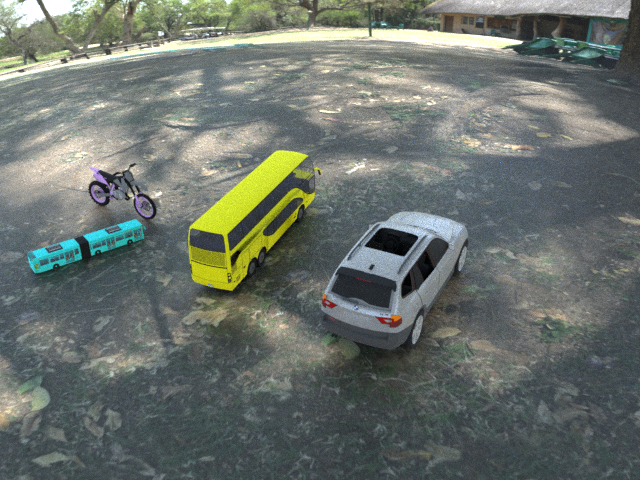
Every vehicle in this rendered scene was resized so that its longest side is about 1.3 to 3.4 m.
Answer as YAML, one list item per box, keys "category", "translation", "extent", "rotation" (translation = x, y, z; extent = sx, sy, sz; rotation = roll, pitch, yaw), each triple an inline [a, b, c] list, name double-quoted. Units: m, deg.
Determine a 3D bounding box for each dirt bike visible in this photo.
- category: "dirt bike"
  translation: [-3.349, -0.847, 11.750]
  extent: [1.493, 0.857, 0.527]
  rotation: [16, 34, 25]

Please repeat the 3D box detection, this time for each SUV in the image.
- category: "SUV"
  translation: [1.097, 0.310, 9.531]
  extent: [1.276, 1.128, 3.058]
  rotation: [15, 34, 23]

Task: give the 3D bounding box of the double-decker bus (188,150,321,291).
- category: "double-decker bus"
  translation: [-0.931, -0.435, 10.863]
  extent: [0.756, 1.052, 3.251]
  rotation: [12, 33, 19]

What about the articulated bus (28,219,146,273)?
- category: "articulated bus"
  translation: [-3.547, 0.082, 10.740]
  extent: [1.749, 0.289, 0.311]
  rotation: [-21, 37, -31]
